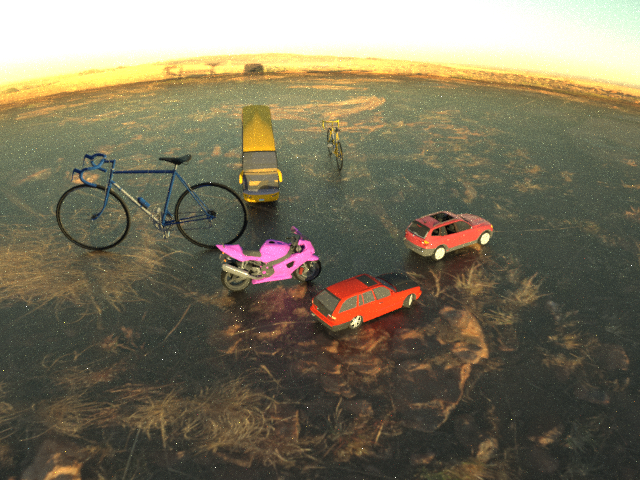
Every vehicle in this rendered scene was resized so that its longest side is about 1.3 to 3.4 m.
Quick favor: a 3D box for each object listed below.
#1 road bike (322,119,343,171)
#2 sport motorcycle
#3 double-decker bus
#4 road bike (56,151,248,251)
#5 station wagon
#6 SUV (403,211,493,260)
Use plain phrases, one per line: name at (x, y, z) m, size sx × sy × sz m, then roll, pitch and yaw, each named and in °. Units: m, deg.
road bike at (0.310, -2.047, 14.740) m, size 0.358 × 0.852 × 1.545 m, roll -5°, pitch 27°, yaw -10°
sport motorcycle at (-0.716, 0.308, 10.087) m, size 1.520 × 0.821 × 0.506 m, roll -7°, pitch 27°, yaw -13°
double-decker bus at (-1.220, -1.747, 13.921) m, size 0.756 × 1.052 × 3.251 m, roll -3°, pitch 27°, yaw -5°
road bike at (-2.642, -0.584, 10.934) m, size 3.004 × 1.656 × 0.697 m, roll -1°, pitch 27°, yaw -2°
station wagon at (0.661, 0.748, 9.599) m, size 1.597 × 0.473 × 0.682 m, roll -17°, pitch 31°, yaw -30°
SUV at (2.088, -0.161, 11.290) m, size 1.572 × 0.580 × 0.656 m, roll -16°, pitch 31°, yaw -29°
